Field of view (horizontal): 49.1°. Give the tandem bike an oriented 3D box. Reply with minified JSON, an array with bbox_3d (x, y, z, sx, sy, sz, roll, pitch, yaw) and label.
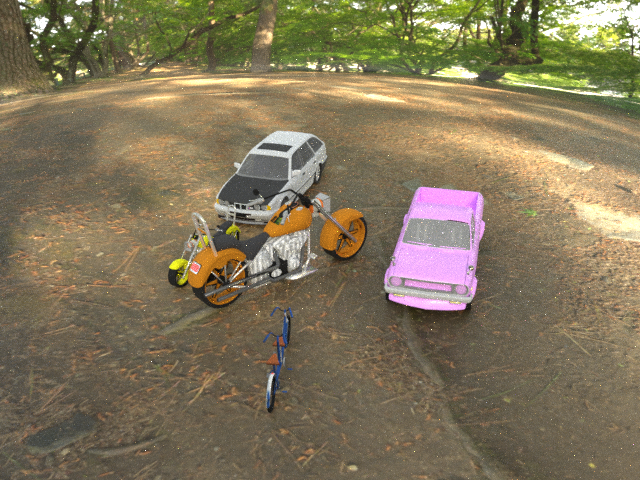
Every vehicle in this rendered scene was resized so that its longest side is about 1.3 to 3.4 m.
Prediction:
[{"bbox_3d":[-0.467,1.266,7.966,0.283,0.682,1.642,3,27,5],"label":"tandem bike"}]

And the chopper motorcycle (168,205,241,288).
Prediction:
[{"bbox_3d":[-1.684,0.078,10.266,0.466,0.761,1.563,14,30,27],"label":"chopper motorcycle"}]

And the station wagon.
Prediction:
[{"bbox_3d":[-0.834,-1.239,12.735,1.327,0.920,3.105,8,28,16],"label":"station wagon"}]

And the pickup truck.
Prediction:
[{"bbox_3d":[1.759,-0.058,10.278,1.244,0.993,3.117,7,27,13],"label":"pickup truck"}]

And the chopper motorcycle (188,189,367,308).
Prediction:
[{"bbox_3d":[-0.489,-0.064,9.744,3.040,1.480,0.906,-21,33,-36],"label":"chopper motorcycle"}]
